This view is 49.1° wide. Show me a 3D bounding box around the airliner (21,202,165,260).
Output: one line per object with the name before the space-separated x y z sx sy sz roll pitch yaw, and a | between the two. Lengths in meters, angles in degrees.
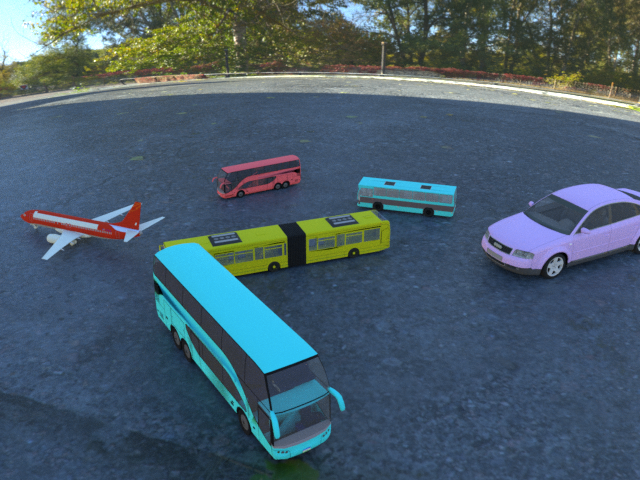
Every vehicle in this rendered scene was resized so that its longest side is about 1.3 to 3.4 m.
airliner | -3.784 -0.391 11.030 2.541 0.835 2.257 11 28 21

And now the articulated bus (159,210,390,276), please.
articulated bus | -0.600 0.094 10.341 3.401 0.561 0.605 -9 27 -18

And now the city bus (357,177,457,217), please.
city bus | 1.508 -0.737 12.175 1.674 0.460 0.476 7 27 15

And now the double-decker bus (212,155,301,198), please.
double-decker bus | -1.148 -1.170 12.977 1.672 0.541 0.389 -14 29 -27

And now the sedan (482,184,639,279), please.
sedan | 3.907 -0.261 10.641 3.137 0.940 1.235 -12 28 -24

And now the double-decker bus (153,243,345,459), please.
double-decker bus | -0.950 1.105 7.689 0.756 1.052 3.251 -16 30 -29
